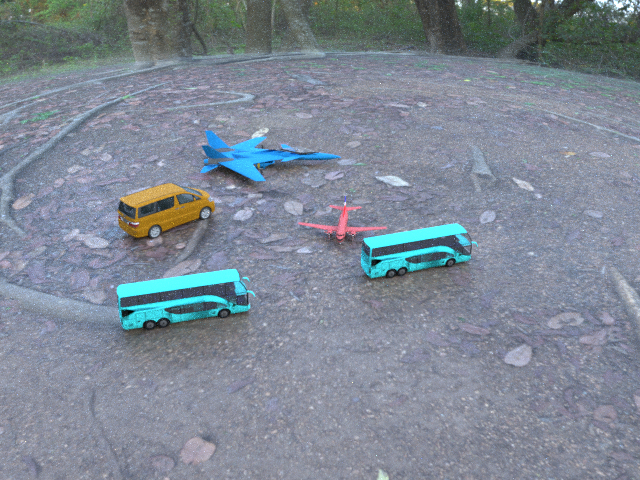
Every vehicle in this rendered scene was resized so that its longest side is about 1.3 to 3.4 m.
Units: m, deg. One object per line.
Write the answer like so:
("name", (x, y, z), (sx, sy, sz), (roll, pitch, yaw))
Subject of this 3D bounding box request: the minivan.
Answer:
("minivan", (-2.405, -0.538, 11.074), (1.548, 0.616, 0.681), (-24, 37, -37))

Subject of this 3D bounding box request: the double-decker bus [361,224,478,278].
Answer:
("double-decker bus", (1.399, 0.144, 9.899), (1.672, 0.541, 0.389), (-9, 30, -16))

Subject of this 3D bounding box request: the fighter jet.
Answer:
("fighter jet", (-0.908, -1.698, 13.266), (2.640, 0.557, 2.229), (-2, 29, -3))

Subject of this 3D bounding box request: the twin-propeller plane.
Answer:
("twin-propeller plane", (0.353, -0.297, 10.849), (1.370, 0.407, 1.095), (3, 29, 6))

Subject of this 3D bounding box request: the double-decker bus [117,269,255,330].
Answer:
("double-decker bus", (-1.676, 0.739, 8.808), (1.672, 0.541, 0.389), (-8, 30, -14))
